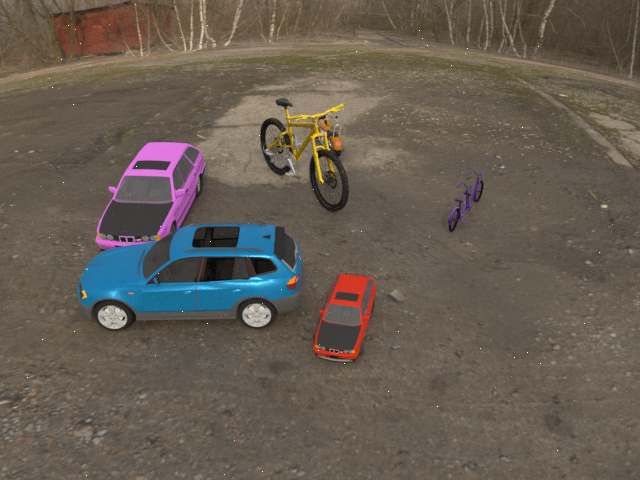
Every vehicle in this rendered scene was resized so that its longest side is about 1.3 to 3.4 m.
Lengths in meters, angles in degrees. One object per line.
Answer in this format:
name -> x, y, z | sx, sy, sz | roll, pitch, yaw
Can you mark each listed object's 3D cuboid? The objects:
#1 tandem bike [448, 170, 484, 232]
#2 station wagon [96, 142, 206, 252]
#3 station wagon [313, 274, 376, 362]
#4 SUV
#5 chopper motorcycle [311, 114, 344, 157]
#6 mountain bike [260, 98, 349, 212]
tandem bike -> 2.492, -0.706, 11.844 | 0.283, 0.682, 1.642 | 17, 34, 26
station wagon -> -2.805, -0.823, 11.807 | 1.327, 0.920, 3.105 | 2, 31, 3
station wagon -> 0.344, 0.956, 9.235 | 0.682, 0.473, 1.597 | 7, 31, 11
SUV -> -1.727, 0.419, 9.500 | 3.058, 1.128, 1.276 | -1, 31, -1
chopper motorcycle -> 0.122, -2.252, 14.382 | 0.466, 0.761, 1.563 | -10, 32, -16
mountain bike -> -0.346, -1.648, 12.449 | 1.114, 1.688, 2.857 | -19, 35, -28
